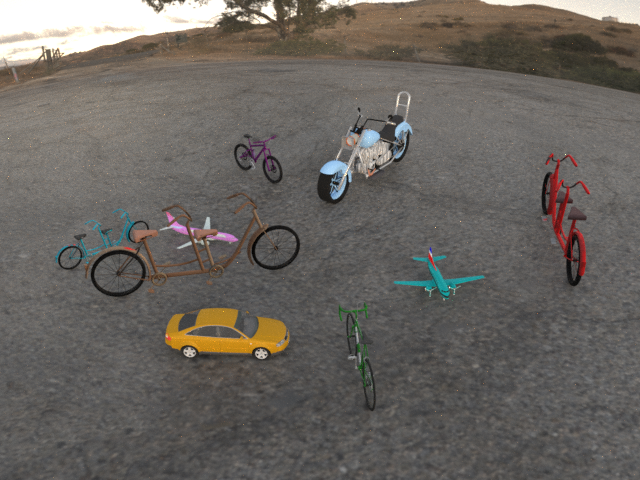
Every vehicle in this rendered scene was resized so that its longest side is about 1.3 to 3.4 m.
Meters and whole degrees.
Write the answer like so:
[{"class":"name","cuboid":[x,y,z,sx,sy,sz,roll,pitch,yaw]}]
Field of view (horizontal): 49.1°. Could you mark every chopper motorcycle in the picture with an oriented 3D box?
[{"class":"chopper motorcycle","cuboid":[0.923,-1.829,13.562,0.906,1.480,3.040,19,34,31]}]

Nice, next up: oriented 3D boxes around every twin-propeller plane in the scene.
[{"class":"twin-propeller plane","cuboid":[1.752,0.512,10.421,1.370,0.407,1.095,-3,29,-6]}]

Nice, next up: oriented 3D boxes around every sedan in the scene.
[{"class":"sedan","cuboid":[-1.205,1.182,9.124,1.613,0.483,0.635,1,29,2]}]

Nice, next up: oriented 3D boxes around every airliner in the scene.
[{"class":"airliner","cuboid":[-1.980,-0.195,11.682,1.307,0.429,1.161,8,30,15]}]

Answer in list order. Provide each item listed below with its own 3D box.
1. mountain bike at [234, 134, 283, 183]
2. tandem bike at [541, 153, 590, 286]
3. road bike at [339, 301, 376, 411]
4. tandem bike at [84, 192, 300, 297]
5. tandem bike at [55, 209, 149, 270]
[{"class":"mountain bike","cuboid":[-1.249,-1.669,13.905,0.573,0.868,1.469,-25,37,-38]},{"class":"tandem bike","cuboid":[3.917,-0.482,11.275,0.550,1.326,3.192,3,29,6]},{"class":"road bike","cuboid":[0.486,1.341,8.453,0.358,0.852,1.545,-5,29,-9]},{"class":"tandem bike","cuboid":[-1.824,0.069,10.273,3.192,1.326,0.550,-9,30,-16]},{"class":"tandem bike","cuboid":[-3.453,-0.045,11.147,1.642,0.682,0.283,-25,37,-38]}]
